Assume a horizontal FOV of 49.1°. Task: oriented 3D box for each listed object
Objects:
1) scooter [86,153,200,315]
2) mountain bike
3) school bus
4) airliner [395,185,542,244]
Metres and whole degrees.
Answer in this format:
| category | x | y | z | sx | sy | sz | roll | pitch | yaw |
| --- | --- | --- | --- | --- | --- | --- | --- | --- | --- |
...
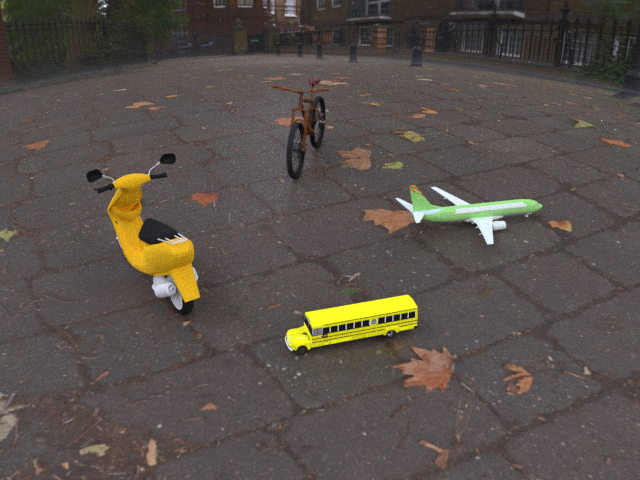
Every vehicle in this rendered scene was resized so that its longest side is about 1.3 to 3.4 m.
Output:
| category | x | y | z | sx | sy | sz | roll | pitch | yaw |
| --- | --- | --- | --- | --- | --- | --- | --- | --- | --- |
| scooter | -2.413 | -0.166 | 9.813 | 1.288 | 1.786 | 2.721 | -18 | 33 | -30 |
| mountain bike | -0.258 | -2.394 | 14.124 | 1.114 | 1.688 | 2.857 | 6 | 29 | 12 |
| school bus | 0.399 | 1.070 | 8.926 | 1.708 | 0.434 | 0.365 | -8 | 29 | -15 |
| airliner | 2.623 | -0.647 | 11.737 | 2.541 | 0.835 | 2.257 | -7 | 29 | -13 |
